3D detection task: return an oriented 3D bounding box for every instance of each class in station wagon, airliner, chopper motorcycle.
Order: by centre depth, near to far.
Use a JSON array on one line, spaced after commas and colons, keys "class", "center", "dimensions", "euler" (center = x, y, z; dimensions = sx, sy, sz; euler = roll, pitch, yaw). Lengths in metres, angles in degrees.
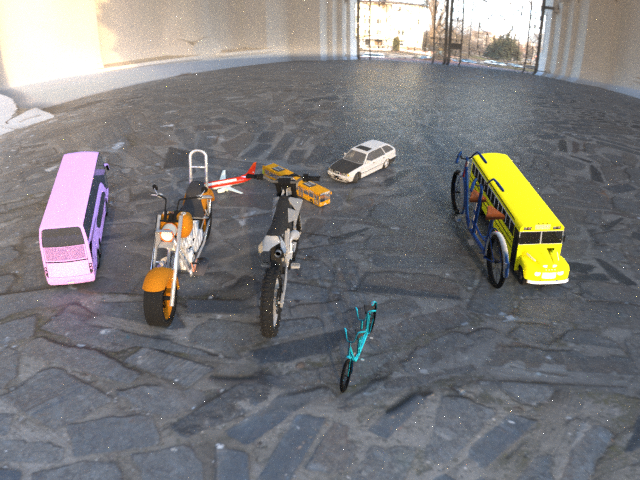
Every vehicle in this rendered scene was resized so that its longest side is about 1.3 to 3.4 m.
[{"class": "chopper motorcycle", "center": [-2.010, -0.110, 10.052], "dimensions": [0.906, 1.480, 3.040], "euler": [2, 29, 4]}, {"class": "airliner", "center": [-1.773, -1.156, 13.051], "dimensions": [1.307, 0.429, 1.161], "euler": [-12, 31, -20]}, {"class": "station wagon", "center": [0.831, -1.583, 13.784], "dimensions": [0.682, 0.473, 1.597], "euler": [23, 36, 35]}]

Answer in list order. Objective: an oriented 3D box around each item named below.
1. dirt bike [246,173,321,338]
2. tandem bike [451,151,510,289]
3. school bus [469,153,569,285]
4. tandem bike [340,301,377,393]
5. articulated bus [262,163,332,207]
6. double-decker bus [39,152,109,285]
[{"class": "dirt bike", "center": [-0.537, -0.011, 9.678], "dimensions": [1.024, 1.666, 2.903], "euler": [3, 29, 5]}, {"class": "tandem bike", "center": [2.450, -0.477, 10.881], "dimensions": [0.550, 1.326, 3.192], "euler": [-2, 29, -3]}, {"class": "school bus", "center": [3.146, -0.404, 11.249], "dimensions": [0.709, 0.844, 3.322], "euler": [-2, 29, -3]}, {"class": "tandem bike", "center": [0.491, 1.166, 8.555], "dimensions": [0.283, 0.682, 1.642], "euler": [9, 30, 16]}, {"class": "articulated bus", "center": [-0.459, -1.043, 12.991], "dimensions": [0.311, 0.289, 1.749], "euler": [-22, 36, -35]}, {"class": "double-decker bus", "center": [-3.850, -0.473, 11.159], "dimensions": [0.756, 1.052, 3.251], "euler": [-5, 29, -10]}]
